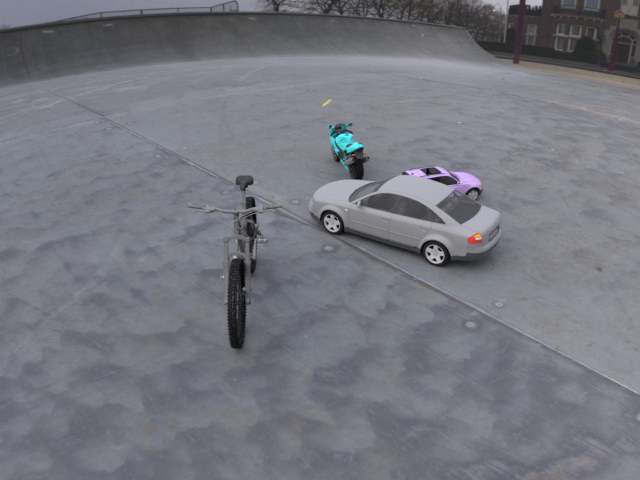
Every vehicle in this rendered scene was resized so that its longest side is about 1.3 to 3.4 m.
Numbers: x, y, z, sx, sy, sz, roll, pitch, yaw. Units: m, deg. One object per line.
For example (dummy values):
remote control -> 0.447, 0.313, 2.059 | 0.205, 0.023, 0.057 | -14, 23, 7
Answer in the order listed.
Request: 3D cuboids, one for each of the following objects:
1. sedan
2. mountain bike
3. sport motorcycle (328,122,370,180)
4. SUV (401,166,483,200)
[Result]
sedan -> 1.262, -0.484, 10.916 | 3.137, 0.940, 1.235 | 17, 33, 29
mountain bike -> -1.003, 0.079, 9.074 | 1.114, 1.688, 2.857 | 0, 28, 0
sport motorcycle -> 0.513, -1.696, 13.301 | 0.506, 0.821, 1.520 | -9, 29, -16
SUV -> 2.076, -0.972, 12.206 | 1.572, 0.580, 0.656 | -10, 30, -17
